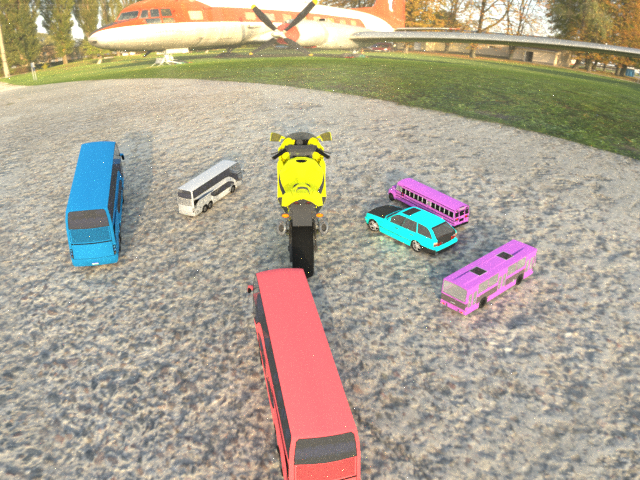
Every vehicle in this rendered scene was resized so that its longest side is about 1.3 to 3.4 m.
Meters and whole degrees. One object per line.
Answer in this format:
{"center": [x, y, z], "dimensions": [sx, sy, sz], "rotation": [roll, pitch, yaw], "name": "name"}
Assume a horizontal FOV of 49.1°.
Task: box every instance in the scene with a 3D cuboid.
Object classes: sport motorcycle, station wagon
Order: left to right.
{"center": [-0.280, -0.647, 10.807], "dimensions": [0.983, 1.596, 2.955], "rotation": [-1, 28, -2], "name": "sport motorcycle"}
{"center": [1.438, -0.264, 11.280], "dimensions": [0.682, 0.473, 1.597], "rotation": [-23, 36, -36], "name": "station wagon"}

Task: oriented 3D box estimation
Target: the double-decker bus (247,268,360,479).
{"center": [-0.249, 1.384, 7.594], "dimensions": [0.756, 1.052, 3.251], "rotation": [-5, 29, -10], "name": "double-decker bus"}

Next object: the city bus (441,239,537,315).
{"center": [2.390, 0.522, 9.828], "dimensions": [1.674, 0.460, 0.476], "rotation": [-24, 36, -37], "name": "city bus"}

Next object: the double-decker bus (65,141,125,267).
{"center": [-3.644, -0.711, 11.503], "dimensions": [0.756, 1.052, 3.251], "rotation": [-6, 29, -11], "name": "double-decker bus"}

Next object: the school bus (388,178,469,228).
{"center": [1.828, -0.675, 12.089], "dimensions": [0.365, 0.434, 1.708], "rotation": [-19, 34, -31], "name": "school bus"}

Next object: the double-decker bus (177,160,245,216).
{"center": [-1.934, -0.958, 12.504], "dimensions": [0.389, 0.541, 1.672], "rotation": [13, 31, 22], "name": "double-decker bus"}
